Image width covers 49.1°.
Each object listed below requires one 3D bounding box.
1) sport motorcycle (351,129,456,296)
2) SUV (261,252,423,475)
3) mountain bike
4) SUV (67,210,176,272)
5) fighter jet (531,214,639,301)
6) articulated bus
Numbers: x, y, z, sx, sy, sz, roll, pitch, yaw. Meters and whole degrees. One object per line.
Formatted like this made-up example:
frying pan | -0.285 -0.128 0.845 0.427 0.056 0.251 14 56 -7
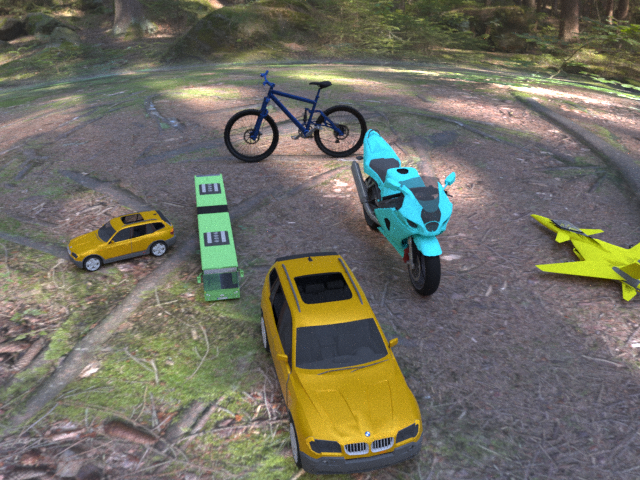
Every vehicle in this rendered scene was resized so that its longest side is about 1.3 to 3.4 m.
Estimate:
sport motorcycle | 1.145 -0.475 10.158 0.983 1.596 2.955 -6 28 -12
SUV | 0.109 1.149 7.524 1.276 1.128 3.058 -6 28 -11
mountain bike | -0.470 -2.373 13.733 2.857 1.688 1.114 -4 28 -8
SUV | -2.945 -0.032 10.407 1.572 0.580 0.656 -14 30 -24
fighter jet | 4.027 -0.018 10.405 2.229 0.557 2.640 -12 30 -22
articulated bus | -1.613 -0.156 10.668 0.605 0.561 3.401 -5 28 -10
